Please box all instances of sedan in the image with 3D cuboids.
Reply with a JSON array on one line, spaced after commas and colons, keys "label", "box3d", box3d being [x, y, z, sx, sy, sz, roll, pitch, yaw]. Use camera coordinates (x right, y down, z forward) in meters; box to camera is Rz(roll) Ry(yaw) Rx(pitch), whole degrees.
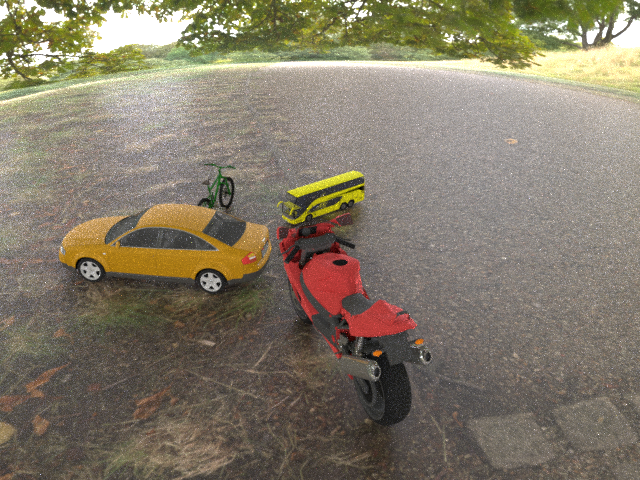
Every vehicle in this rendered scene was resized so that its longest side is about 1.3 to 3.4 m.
[{"label": "sedan", "box3d": [-2.283, 0.012, 10.224, 3.137, 0.940, 1.235, 4, 28, 8]}]

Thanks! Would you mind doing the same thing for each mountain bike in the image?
[{"label": "mountain bike", "box3d": [-1.754, -0.751, 11.730, 0.573, 0.868, 1.469, 8, 29, 15]}]

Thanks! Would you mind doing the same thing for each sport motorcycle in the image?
[{"label": "sport motorcycle", "box3d": [0.250, 0.797, 8.055, 0.983, 1.596, 2.955, -12, 30, -21]}]

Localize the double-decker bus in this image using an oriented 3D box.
[{"label": "double-decker bus", "box3d": [0.056, -0.728, 12.035, 1.672, 0.541, 0.389, -20, 34, -33]}]
